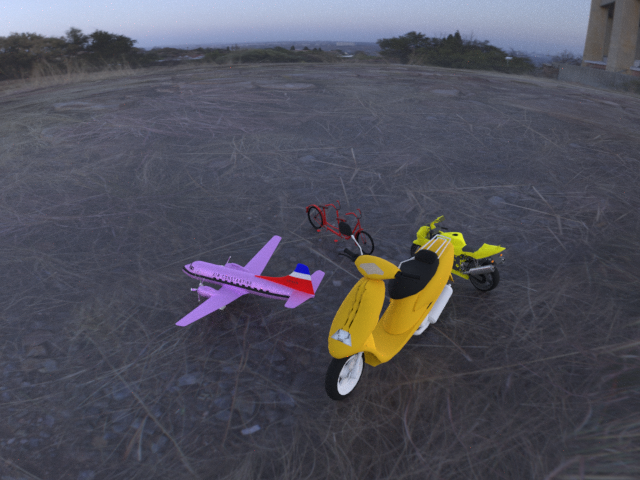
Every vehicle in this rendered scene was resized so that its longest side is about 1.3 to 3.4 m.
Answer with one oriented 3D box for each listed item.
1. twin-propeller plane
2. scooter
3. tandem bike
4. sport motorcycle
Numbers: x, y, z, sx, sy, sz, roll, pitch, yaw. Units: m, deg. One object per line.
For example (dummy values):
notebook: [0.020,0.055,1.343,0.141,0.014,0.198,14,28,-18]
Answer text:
twin-propeller plane: [-1.036,0.493,9.731,2.129,0.792,2.663,12,30,22]
scooter: [0.911,0.629,8.412,1.288,1.786,2.721,20,34,33]
tandem bike: [0.305,-0.295,11.336,0.283,0.682,1.642,-22,35,-35]
sport motorcycle: [1.979,0.204,10.246,1.520,0.821,0.506,22,35,35]
